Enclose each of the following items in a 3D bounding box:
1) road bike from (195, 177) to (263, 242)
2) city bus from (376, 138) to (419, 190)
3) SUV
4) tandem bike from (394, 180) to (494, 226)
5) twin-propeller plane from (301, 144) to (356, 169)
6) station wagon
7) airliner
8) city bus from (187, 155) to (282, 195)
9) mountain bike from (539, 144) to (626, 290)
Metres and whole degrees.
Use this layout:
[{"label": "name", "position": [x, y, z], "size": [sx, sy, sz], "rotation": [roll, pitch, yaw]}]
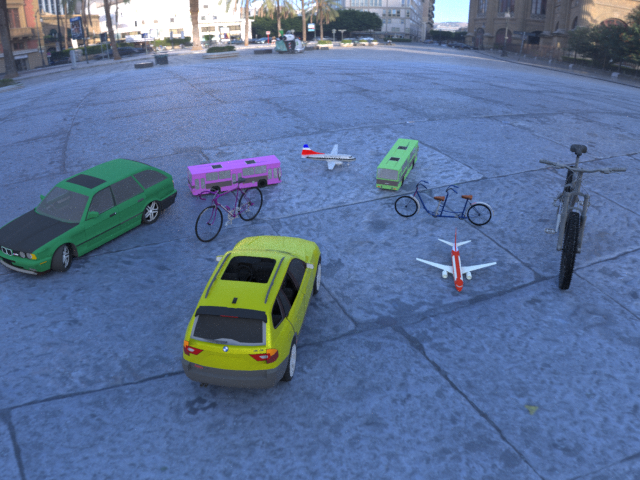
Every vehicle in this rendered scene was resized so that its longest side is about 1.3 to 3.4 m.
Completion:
[{"label": "road bike", "position": [-1.444, -0.537, 11.237], "size": [0.358, 0.852, 1.545], "rotation": [20, 34, 33]}, {"label": "city bus", "position": [1.492, -1.440, 13.360], "size": [0.476, 0.460, 1.674], "rotation": [9, 29, 17]}, {"label": "SUV", "position": [-0.761, 0.642, 8.714], "size": [1.276, 1.128, 3.058], "rotation": [4, 28, 8]}, {"label": "tandem bike", "position": [2.048, -0.609, 11.554], "size": [1.642, 0.682, 0.283], "rotation": [7, 29, 13]}, {"label": "twin-propeller plane", "position": [0.174, -1.690, 13.889], "size": [1.095, 0.407, 1.370], "rotation": [3, 28, 5]}, {"label": "station wagon", "position": [-3.690, -0.497, 11.088], "size": [1.327, 0.920, 3.105], "rotation": [16, 32, 27]}, {"label": "airliner", "position": [1.987, 0.291, 10.123], "size": [1.161, 0.429, 1.307], "rotation": [3, 28, 5]}, {"label": "city bus", "position": [-1.564, -1.178, 12.865], "size": [1.674, 0.460, 0.476], "rotation": [-10, 30, -18]}, {"label": "mountain bike", "position": [3.700, -0.513, 10.298], "size": [1.114, 1.688, 2.857], "rotation": [8, 29, 15]}]
